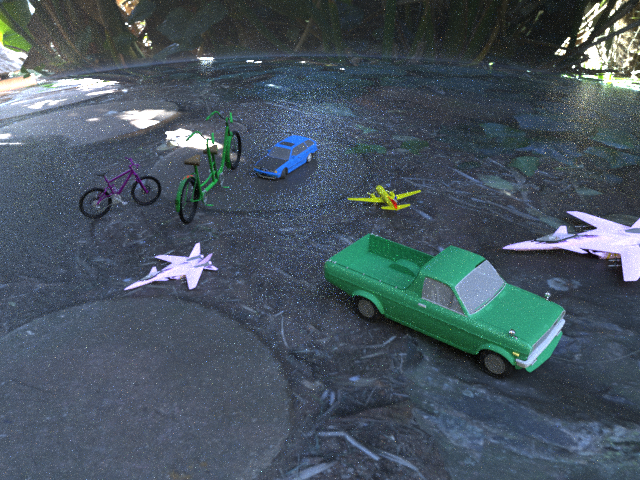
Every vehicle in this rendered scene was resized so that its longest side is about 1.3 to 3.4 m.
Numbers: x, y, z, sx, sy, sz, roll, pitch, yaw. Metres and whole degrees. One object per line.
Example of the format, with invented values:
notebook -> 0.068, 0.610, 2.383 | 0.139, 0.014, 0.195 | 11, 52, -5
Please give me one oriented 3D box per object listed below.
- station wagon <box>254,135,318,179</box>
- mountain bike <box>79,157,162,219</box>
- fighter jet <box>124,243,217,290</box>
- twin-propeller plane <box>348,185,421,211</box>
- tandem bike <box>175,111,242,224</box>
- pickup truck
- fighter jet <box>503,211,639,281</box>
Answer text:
station wagon -> -0.673, -1.685, 13.935 | 0.682, 0.473, 1.597 | 16, 32, 26
mountain bike -> -3.442, -0.886, 12.066 | 1.469, 0.868, 0.573 | -18, 33, -29
fighter jet -> -2.240, 0.434, 10.263 | 1.358, 0.286, 1.147 | -20, 34, -32
twin-propeller plane -> 1.176, -0.785, 12.362 | 1.370, 0.407, 1.095 | -7, 29, -13
tandem bike -> -1.963, -1.429, 12.582 | 0.550, 1.326, 3.192 | 6, 29, 11
pickup truck -> 1.554, 0.656, 9.123 | 3.117, 0.993, 1.244 | 21, 35, 33
fighter jet -> 4.162, -0.066, 10.894 | 2.640, 0.557, 2.229 | -2, 29, -3
